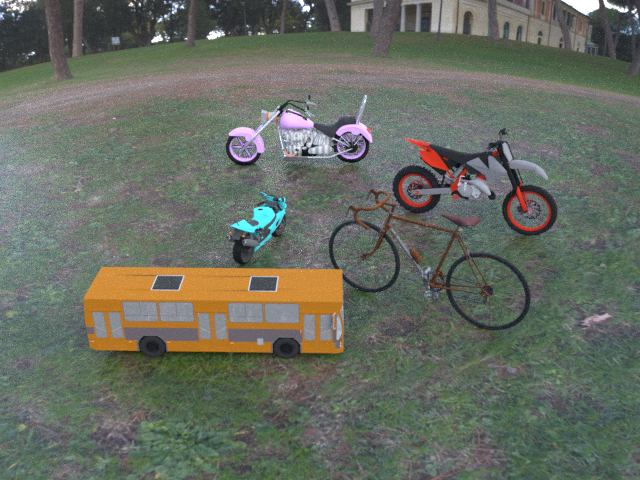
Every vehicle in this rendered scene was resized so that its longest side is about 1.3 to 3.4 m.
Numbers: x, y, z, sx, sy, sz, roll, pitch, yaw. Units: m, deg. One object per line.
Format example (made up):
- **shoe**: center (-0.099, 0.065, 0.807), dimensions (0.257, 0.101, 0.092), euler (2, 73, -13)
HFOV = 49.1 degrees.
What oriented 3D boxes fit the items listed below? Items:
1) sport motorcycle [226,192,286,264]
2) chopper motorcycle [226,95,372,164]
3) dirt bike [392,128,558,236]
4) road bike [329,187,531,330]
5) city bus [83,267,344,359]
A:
- **sport motorcycle**: center (-0.969, -0.211, 11.342), dimensions (0.506, 0.821, 1.520), euler (14, 32, 25)
- **chopper motorcycle**: center (-0.439, -2.263, 14.450), dimensions (3.040, 1.480, 0.906), euler (0, 28, 1)
- **dirt bike**: center (2.627, -1.031, 11.971), dimensions (2.903, 1.666, 1.024), euler (13, 31, 23)
- **road bike**: center (1.426, 0.250, 9.611), dimensions (3.004, 1.656, 0.697), euler (16, 32, 27)
- **city bus**: center (-1.315, 0.943, 9.128), dimensions (3.255, 0.894, 0.926), euler (1, 28, 1)
